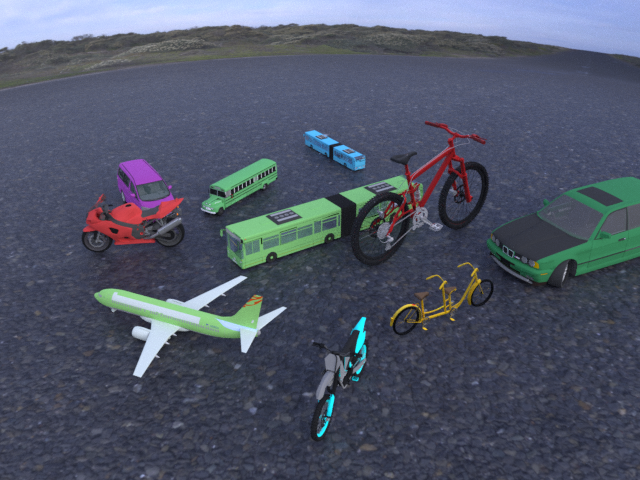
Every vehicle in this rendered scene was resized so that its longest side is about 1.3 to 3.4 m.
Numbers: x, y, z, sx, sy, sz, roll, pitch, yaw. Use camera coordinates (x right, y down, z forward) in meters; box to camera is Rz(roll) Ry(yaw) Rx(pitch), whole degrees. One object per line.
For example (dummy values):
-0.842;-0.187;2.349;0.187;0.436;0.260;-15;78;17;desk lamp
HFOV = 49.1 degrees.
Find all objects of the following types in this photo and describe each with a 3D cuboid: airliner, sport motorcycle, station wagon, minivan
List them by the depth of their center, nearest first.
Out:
-1.748;0.752;8.420;2.541;0.835;2.257;12;31;22;airliner
3.908;-0.218;10.128;3.105;0.920;1.327;-14;31;-24;station wagon
-2.735;-0.232;10.259;1.520;0.821;0.506;-5;29;-9;sport motorcycle
-2.859;-0.801;11.529;0.681;0.616;1.548;-16;32;-27;minivan

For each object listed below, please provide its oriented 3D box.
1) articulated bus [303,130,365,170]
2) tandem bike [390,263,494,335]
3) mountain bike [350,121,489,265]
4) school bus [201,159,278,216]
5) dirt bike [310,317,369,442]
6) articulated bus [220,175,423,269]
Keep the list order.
0.265;-1.761;13.651;0.311;0.289;1.749;-18;33;-29;articulated bus
1.544;0.710;8.660;1.642;0.682;0.283;-16;32;-27;tandem bike
1.545;-0.682;10.179;2.857;1.688;1.114;-21;35;-34;mountain bike
-1.366;-0.913;11.928;0.365;0.434;1.708;17;33;29;school bus
0.234;1.371;7.250;0.527;0.857;1.493;12;30;20;dirt bike
0.141;-0.330;10.713;3.401;0.561;0.605;-18;33;-30;articulated bus
